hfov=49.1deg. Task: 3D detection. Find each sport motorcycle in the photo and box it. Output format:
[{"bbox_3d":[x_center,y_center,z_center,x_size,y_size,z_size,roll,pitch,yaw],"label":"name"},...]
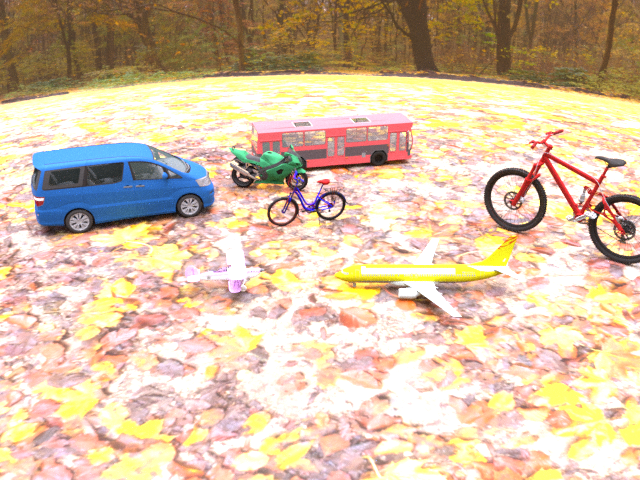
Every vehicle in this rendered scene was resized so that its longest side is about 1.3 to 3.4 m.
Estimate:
[{"bbox_3d":[-0.973,-1.356,13.192,1.520,0.821,0.506,4,26,9],"label":"sport motorcycle"}]

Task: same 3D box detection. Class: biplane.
[{"bbox_3d":[-1.322,0.467,9.784,1.090,0.504,1.336,-4,26,-8],"label":"biplane"}]

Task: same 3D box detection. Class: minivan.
[{"bbox_3d":[-3.349,-1.003,12.031,3.011,1.197,1.324,-9,27,-19],"label":"minivan"}]

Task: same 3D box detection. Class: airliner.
[{"bbox_3d":[1.472,0.303,9.742,2.541,0.835,2.257,1,26,1],"label":"airliner"}]

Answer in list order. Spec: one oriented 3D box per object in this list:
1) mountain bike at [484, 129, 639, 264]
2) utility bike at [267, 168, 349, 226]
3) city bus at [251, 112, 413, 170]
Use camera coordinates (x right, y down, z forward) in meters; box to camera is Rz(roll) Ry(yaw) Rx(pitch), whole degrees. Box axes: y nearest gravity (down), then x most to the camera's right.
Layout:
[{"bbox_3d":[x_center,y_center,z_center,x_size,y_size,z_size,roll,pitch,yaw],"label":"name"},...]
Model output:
[{"bbox_3d":[3.865,-0.679,10.794,2.857,1.688,1.114,20,32,35],"label":"mountain bike"},{"bbox_3d":[-0.177,-0.689,11.669,1.435,0.946,0.535,-8,27,-16],"label":"utility bike"},{"bbox_3d":[0.250,-1.998,14.438,3.255,0.894,0.926,-6,26,-12],"label":"city bus"}]
